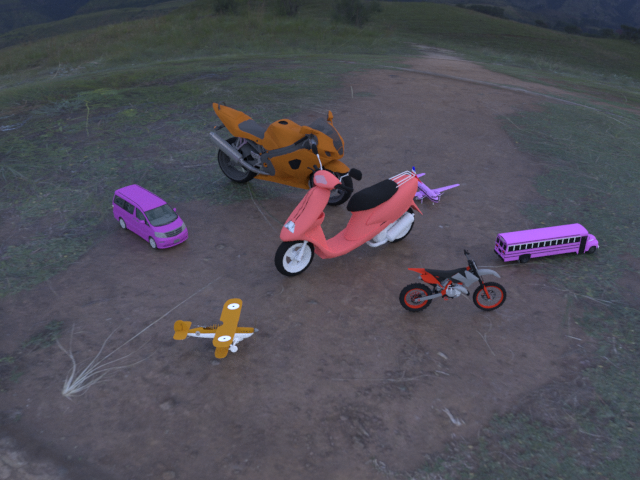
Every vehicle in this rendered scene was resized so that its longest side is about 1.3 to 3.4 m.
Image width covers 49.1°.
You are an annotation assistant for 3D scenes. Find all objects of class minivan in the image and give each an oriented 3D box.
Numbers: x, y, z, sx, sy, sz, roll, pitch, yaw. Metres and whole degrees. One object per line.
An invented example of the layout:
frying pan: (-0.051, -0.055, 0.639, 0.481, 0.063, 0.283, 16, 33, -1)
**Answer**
minivan: (-2.850, -0.398, 11.700, 0.681, 0.616, 1.548, -26, 38, -37)

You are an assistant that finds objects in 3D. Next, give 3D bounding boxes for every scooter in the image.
scooter: (0.484, -0.517, 10.722, 2.721, 1.786, 1.288, -17, 34, -28)

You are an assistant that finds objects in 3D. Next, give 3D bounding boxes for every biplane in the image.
biplane: (-1.335, 1.168, 9.045, 1.090, 0.504, 1.336, 0, 29, 0)

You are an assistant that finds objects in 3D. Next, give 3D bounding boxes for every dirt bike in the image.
dirt bike: (1.847, 0.622, 9.651, 1.493, 0.857, 0.527, 0, 29, -1)

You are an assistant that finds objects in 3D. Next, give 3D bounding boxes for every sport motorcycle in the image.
sport motorcycle: (-0.715, -1.599, 12.828, 2.955, 1.596, 0.983, 16, 33, 26)

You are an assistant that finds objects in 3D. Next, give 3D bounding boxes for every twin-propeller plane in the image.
twin-propeller plane: (1.930, -0.998, 12.974, 1.370, 0.407, 1.095, -10, 31, -17)

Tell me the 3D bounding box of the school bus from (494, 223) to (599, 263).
school bus: (3.629, 0.042, 11.108, 1.708, 0.434, 0.365, -7, 30, -13)
